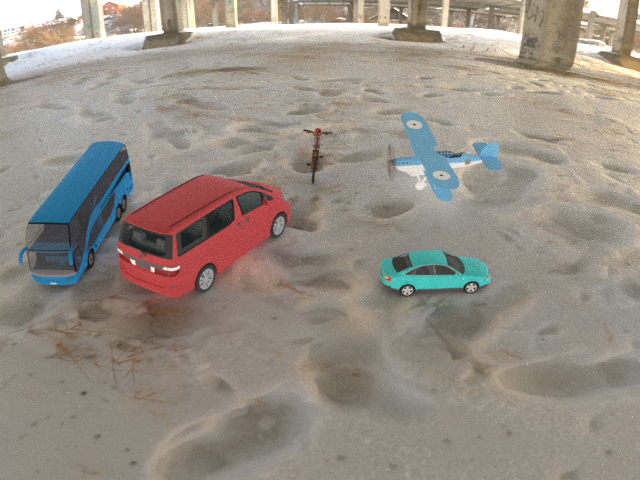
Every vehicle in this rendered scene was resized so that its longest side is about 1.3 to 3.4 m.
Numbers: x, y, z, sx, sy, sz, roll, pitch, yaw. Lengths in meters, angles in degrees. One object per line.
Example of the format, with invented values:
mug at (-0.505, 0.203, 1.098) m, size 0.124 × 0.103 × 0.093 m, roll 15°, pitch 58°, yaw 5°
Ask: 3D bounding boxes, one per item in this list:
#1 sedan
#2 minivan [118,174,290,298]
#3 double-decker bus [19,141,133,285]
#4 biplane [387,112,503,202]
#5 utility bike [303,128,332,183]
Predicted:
sedan at (1.661, 0.432, 10.103) m, size 1.613 × 0.483 × 0.635 m, roll -2°, pitch 31°, yaw -4°
minivan at (-1.644, -0.291, 10.627) m, size 1.324 × 1.197 × 3.011 m, roll 17°, pitch 35°, yaw 27°
double-decker bus at (-3.738, -0.483, 11.096) m, size 0.756 × 1.052 × 3.251 m, roll 1°, pitch 31°, yaw 2°
biplane at (2.259, -1.439, 12.791) m, size 2.120 × 0.981 × 2.598 m, roll -5°, pitch 31°, yaw -8°
utility bike at (-0.038, -1.716, 13.295) m, size 0.535 × 0.946 × 1.435 m, roll 1°, pitch 31°, yaw 2°
